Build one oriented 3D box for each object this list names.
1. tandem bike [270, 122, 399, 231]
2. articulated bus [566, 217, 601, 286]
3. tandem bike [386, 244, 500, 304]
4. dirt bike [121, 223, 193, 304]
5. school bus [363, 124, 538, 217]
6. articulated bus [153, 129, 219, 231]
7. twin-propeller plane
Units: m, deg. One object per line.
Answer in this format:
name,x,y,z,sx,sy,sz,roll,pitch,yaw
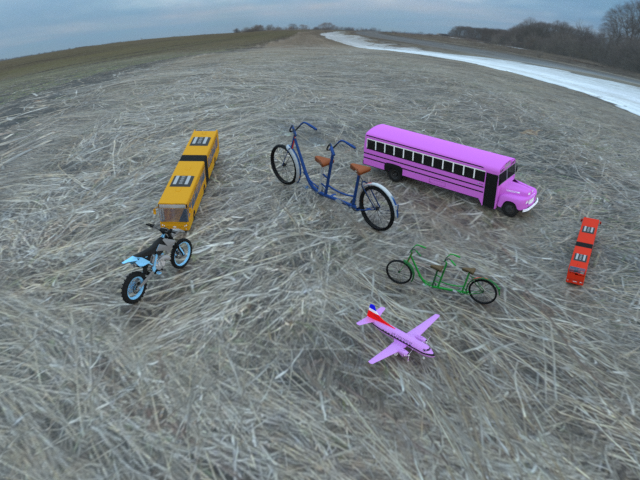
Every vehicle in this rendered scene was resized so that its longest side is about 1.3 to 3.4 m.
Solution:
tandem bike,0.152,-1.166,11.940,0.550,1.326,3.192,-24,38,-36
articulated bus,4.027,0.145,10.697,0.311,0.289,1.749,13,32,22
tandem bike,1.698,0.467,9.740,1.642,0.682,0.283,13,32,21
dirt bike,-2.312,0.260,9.925,0.527,0.857,1.493,15,33,25
school bus,2.325,-1.305,12.666,3.322,0.844,0.709,21,36,32
articulated bus,-2.328,-1.179,12.731,0.605,0.561,3.401,1,30,1
twin-propeller plane,1.003,1.163,8.803,1.095,0.407,1.370,26,39,37
